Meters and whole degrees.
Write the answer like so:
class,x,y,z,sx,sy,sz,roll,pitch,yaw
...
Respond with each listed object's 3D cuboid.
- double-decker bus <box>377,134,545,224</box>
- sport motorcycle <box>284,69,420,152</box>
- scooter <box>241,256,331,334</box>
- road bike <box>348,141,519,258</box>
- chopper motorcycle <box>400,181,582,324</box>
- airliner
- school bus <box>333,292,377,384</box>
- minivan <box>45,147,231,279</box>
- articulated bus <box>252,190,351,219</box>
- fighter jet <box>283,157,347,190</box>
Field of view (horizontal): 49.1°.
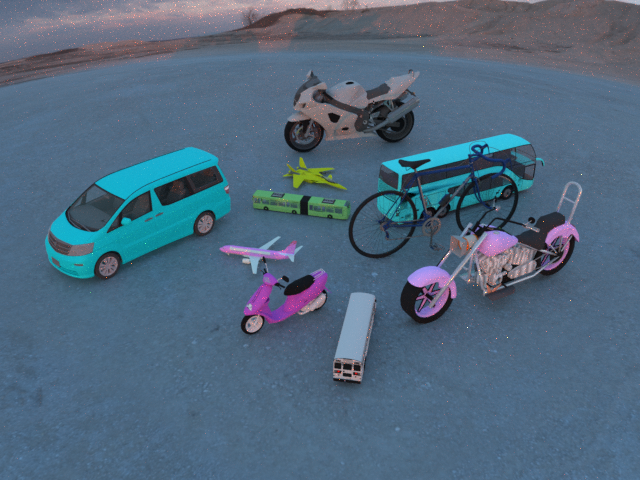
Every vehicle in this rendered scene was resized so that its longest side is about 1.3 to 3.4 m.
class,x,y,z,sx,sy,sz,roll,pitch,yaw
double-decker bus,2.515,-1.125,12.418,3.251,1.052,0.756,-16,33,-25
sport motorcycle,0.675,-2.714,14.665,2.955,1.596,0.983,-8,31,-15
scooter,-0.446,0.698,9.342,1.399,0.919,0.662,-18,34,-28
road bike,1.837,-0.606,10.892,3.004,1.656,0.697,-11,31,-18
chopper motorcycle,2.449,0.149,9.741,3.040,1.480,0.906,-15,33,-25
airliner,-0.957,0.119,10.857,1.307,0.429,1.161,8,31,13
school bus,0.475,1.169,9.003,0.365,0.434,1.708,5,30,9
minivan,-2.875,-0.485,11.144,1.324,1.197,3.011,25,38,37
articulated bus,-0.340,-0.623,12.307,1.749,0.289,0.311,8,30,13
fighter jet,-0.019,-1.227,13.372,1.358,0.286,1.147,22,36,33
